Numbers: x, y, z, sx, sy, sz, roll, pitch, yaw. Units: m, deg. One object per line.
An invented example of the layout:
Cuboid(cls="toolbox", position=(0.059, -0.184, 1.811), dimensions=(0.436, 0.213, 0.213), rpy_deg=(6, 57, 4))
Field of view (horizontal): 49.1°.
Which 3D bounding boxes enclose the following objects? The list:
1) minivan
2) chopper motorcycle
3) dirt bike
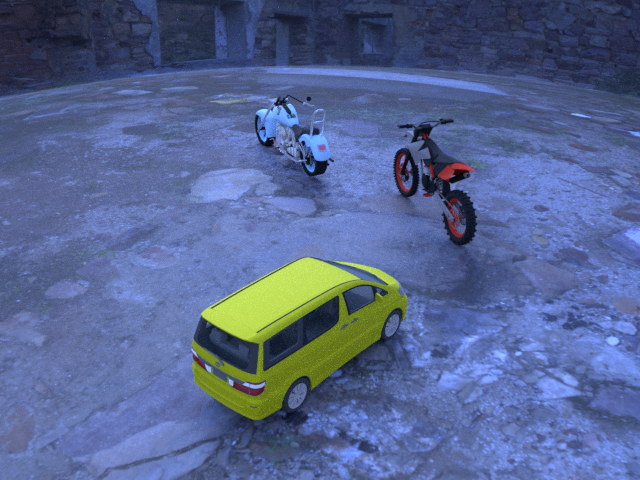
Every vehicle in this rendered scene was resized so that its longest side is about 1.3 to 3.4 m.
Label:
Cuboid(cls="minivan", position=(-0.122, 0.935, 8.536), dimensions=(1.324, 1.197, 3.011), rpy_deg=(22, 35, 35))
Cuboid(cls="chopper motorcycle", position=(-0.644, -2.348, 14.506), dimensions=(0.906, 1.480, 3.040), rpy_deg=(-14, 31, -25))
Cuboid(cls="dirt bike", position=(1.909, -1.137, 11.991), dimensions=(1.024, 1.666, 2.903), rpy_deg=(-9, 29, -17))
